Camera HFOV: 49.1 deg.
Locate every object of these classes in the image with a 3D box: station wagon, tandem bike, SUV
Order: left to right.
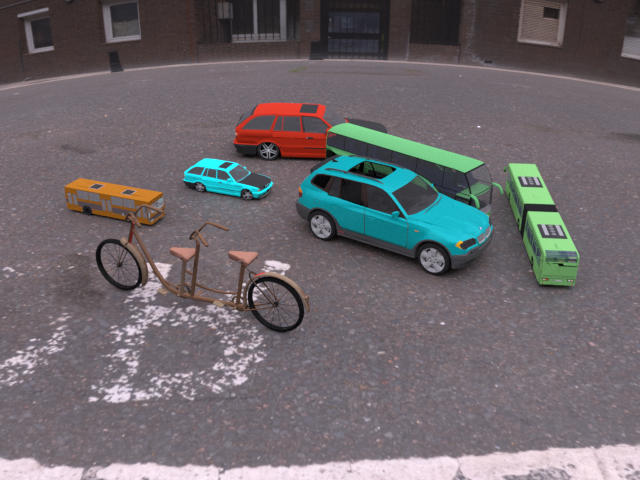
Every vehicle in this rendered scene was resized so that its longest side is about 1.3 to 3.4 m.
[{"bbox_3d":[-1.582,0.328,8.805,3.192,1.326,0.550,12,30,21],"label":"tandem bike"},{"bbox_3d":[-1.630,-1.112,12.464,1.597,0.473,0.682,11,30,20],"label":"station wagon"},{"bbox_3d":[-0.146,-2.204,14.064,3.105,0.920,1.327,2,28,5],"label":"station wagon"},{"bbox_3d":[1.084,-0.488,10.570,3.058,1.128,1.276,17,32,30],"label":"SUV"}]

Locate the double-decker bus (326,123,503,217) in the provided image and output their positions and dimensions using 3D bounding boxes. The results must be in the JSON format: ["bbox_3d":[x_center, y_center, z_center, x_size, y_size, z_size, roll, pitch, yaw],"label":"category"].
[{"bbox_3d":[1.464,-1.109,11.837,3.251,1.052,0.756,23,36,37],"label":"double-decker bus"}]

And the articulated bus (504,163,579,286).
[{"bbox_3d":[3.388,-0.353,10.924,0.605,0.561,3.401,2,28,5],"label":"articulated bus"}]

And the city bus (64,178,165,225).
[{"bbox_3d":[-3.386,-0.624,11.549,1.674,0.460,0.476,10,29,19],"label":"city bus"}]
